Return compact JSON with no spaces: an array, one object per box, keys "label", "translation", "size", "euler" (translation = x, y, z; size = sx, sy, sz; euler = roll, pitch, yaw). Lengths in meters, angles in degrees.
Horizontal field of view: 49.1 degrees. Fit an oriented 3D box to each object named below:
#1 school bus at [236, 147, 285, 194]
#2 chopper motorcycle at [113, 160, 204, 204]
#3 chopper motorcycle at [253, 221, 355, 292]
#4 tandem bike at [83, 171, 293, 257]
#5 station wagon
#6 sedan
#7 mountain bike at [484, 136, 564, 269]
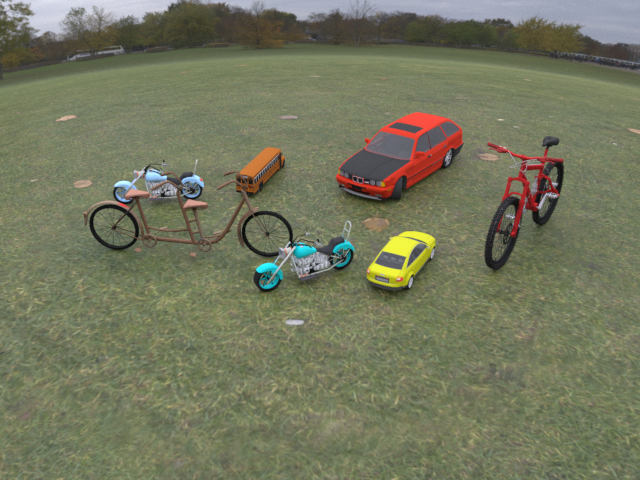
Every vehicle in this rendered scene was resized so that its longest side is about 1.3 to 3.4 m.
[{"label":"school bus","translation":[-1.076,-1.330,13.080],"size":[0.365,0.434,1.708],"euler":[8,29,15]},{"label":"chopper motorcycle","translation":[-2.811,-1.014,12.149],"size":[1.563,0.761,0.466],"euler":[-2,28,-5]},{"label":"chopper motorcycle","translation":[-0.204,0.223,9.850],"size":[1.563,0.761,0.466],"euler":[-14,31,-25]},{"label":"tandem bike","translation":[-1.986,-0.382,10.379],"size":[3.192,1.326,0.550],"euler":[3,28,5]},{"label":"station wagon","translation":[1.555,-1.675,13.209],"size":[1.327,0.920,3.105],"euler":[19,34,32]},{"label":"sedan","translation":[1.211,0.213,10.162],"size":[0.635,0.483,1.613],"euler":[14,31,24]},{"label":"mountain bike","translation":[3.175,-0.704,10.594],"size":[1.114,1.688,2.857],"euler":[19,34,31]}]
